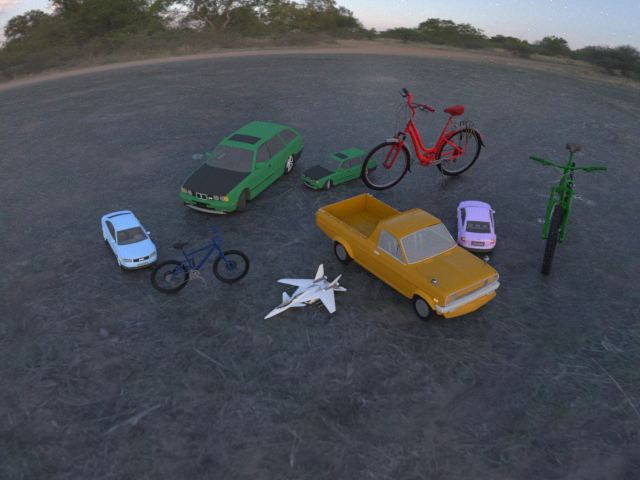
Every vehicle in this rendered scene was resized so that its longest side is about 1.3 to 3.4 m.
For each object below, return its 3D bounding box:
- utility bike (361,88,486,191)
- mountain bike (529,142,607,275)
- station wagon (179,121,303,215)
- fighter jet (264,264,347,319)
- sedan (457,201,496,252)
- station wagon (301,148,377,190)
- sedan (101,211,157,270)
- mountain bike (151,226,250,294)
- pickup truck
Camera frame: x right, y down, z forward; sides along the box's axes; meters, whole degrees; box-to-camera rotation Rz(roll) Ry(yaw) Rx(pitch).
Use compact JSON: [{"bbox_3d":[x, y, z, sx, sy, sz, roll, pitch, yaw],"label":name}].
[{"bbox_3d":[2.073,-1.866,13.175,2.791,1.839,1.039,-13,32,-21],"label":"utility bike"},{"bbox_3d":[3.881,-0.665,11.222,1.114,1.688,2.857,12,32,20],"label":"mountain bike"},{"bbox_3d":[-1.461,-1.498,13.458,1.327,0.920,3.105,13,32,21],"label":"station wagon"},{"bbox_3d":[-0.288,0.783,10.098,1.358,0.286,1.147,-26,39,-37],"label":"fighter jet"},{"bbox_3d":[2.636,-0.316,11.826,0.635,0.483,1.613,4,30,8],"label":"sedan"},{"bbox_3d":[0.380,-1.437,13.802,1.597,0.473,0.682,-21,36,-33],"label":"station wagon"},{"bbox_3d":[-3.120,-0.061,11.380,0.635,0.483,1.613,-15,33,-24],"label":"sedan"},{"bbox_3d":[-1.759,0.337,10.293,1.469,0.868,0.573,-9,31,-16],"label":"mountain bike"},{"bbox_3d":[1.235,0.071,10.634,1.244,0.993,3.117,-19,35,-30],"label":"pickup truck"}]
